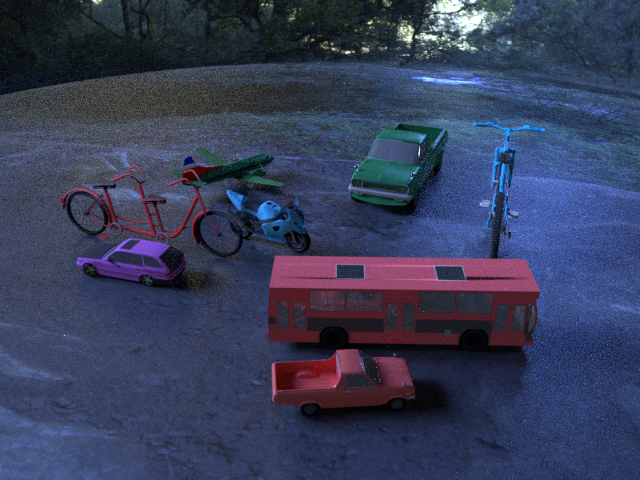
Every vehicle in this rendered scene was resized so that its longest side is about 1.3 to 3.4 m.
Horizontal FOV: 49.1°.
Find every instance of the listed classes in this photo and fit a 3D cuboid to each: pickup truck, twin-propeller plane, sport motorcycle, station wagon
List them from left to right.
[{"bbox_3d":[-2.784,0.263,10.269,1.597,0.473,0.682,8,29,15],"label":"station wagon"},{"bbox_3d":[-1.688,-1.405,13.105,2.129,0.792,2.663,-24,36,-38],"label":"twin-propeller plane"},{"bbox_3d":[-0.813,-0.301,10.969,1.520,0.821,0.506,14,31,25],"label":"sport motorcycle"},{"bbox_3d":[0.250,1.542,7.790,1.603,0.511,0.640,-2,28,-4],"label":"pickup truck"},{"bbox_3d":[1.555,-1.570,13.203,1.244,0.993,3.117,10,29,19],"label":"pickup truck"}]

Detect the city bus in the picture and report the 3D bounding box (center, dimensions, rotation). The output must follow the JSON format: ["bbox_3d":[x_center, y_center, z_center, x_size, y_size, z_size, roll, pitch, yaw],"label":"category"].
[{"bbox_3d":[0.999,0.793,8.805,3.255,0.894,0.926,1,28,1],"label":"city bus"}]

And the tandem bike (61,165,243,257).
[{"bbox_3d":[-2.668,-0.507,10.819,3.192,1.326,0.550,9,29,16],"label":"tandem bike"}]

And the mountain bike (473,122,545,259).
[{"bbox_3d":[2.871,-0.842,11.068,1.114,1.688,2.857,7,28,13],"label":"mountain bike"}]
